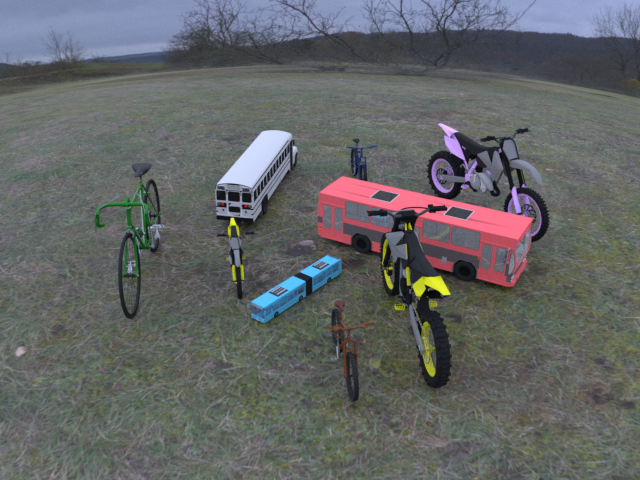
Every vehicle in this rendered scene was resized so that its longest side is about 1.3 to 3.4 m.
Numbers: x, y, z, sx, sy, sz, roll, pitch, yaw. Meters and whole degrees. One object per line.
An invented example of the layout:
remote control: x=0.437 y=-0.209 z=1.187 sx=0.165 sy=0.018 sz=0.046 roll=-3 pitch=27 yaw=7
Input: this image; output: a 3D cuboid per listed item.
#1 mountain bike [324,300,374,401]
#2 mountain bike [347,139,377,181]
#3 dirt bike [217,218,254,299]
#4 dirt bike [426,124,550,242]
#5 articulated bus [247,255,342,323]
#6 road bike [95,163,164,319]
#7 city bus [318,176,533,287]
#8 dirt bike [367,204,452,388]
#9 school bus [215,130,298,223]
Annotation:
mountain bike: x=0.288 y=1.217 z=8.354 sx=0.573 sy=0.868 sz=1.469 roll=-4 pitch=28 yaw=-8
mountain bike: x=0.745 y=-1.490 z=13.476 sx=0.573 sy=0.868 sz=1.469 roll=-4 pitch=28 yaw=-7
dirt bike: x=-1.228 y=0.201 z=10.287 sx=0.527 sy=0.857 sz=1.493 roll=-5 pitch=28 yaw=-8
dirt bike: x=2.830 y=-1.129 z=11.938 sx=1.024 sy=1.666 sz=2.903 roll=-16 pitch=32 yaw=-27
articulated bus: x=-0.313 y=0.673 z=10.002 sx=0.311 sy=0.289 sz=1.749 roll=21 pitch=34 yaw=34
road bike: x=-2.603 y=-0.169 z=10.133 sx=0.696 sy=1.656 sz=3.004 roll=-1 pitch=28 yaw=-2
city bus: x=1.557 y=-0.148 z=10.908 sx=3.255 sy=0.894 sz=0.926 roll=15 pitch=31 yaw=26
dirt bike: x=1.153 y=0.477 z=8.898 sx=1.024 sy=1.666 sz=2.903 roll=-4 pitch=28 yaw=-8
school bus: x=-1.094 y=-1.301 z=13.144 sx=0.709 sy=0.844 sz=3.322 roll=6 pitch=28 yaw=11
